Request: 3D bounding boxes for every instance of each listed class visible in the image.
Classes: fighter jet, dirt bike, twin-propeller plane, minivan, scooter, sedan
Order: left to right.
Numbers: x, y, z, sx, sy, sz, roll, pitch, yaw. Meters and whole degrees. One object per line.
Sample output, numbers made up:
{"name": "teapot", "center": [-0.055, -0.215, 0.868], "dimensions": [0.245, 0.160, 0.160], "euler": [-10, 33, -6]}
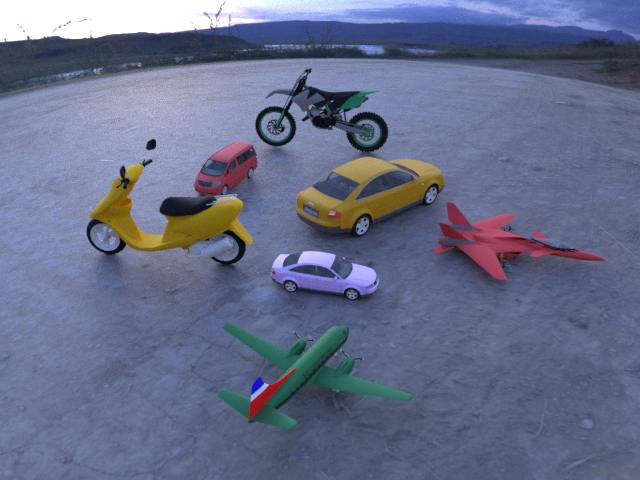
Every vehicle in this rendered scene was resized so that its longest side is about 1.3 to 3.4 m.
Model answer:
{"name": "scooter", "center": [-2.390, -0.485, 10.755], "dimensions": [2.721, 1.786, 1.288], "euler": [5, 29, 8]}
{"name": "minivan", "center": [-1.825, -1.388, 13.598], "dimensions": [0.681, 0.616, 1.548], "euler": [14, 32, 23]}
{"name": "twin-propeller plane", "center": [-0.203, 1.459, 8.267], "dimensions": [2.663, 0.792, 2.129], "euler": [17, 33, 27]}
{"name": "dirt bike", "center": [0.018, -2.706, 14.896], "dimensions": [2.903, 1.666, 1.024], "euler": [4, 29, 8]}
{"name": "sedan", "center": [0.072, 0.475, 10.366], "dimensions": [1.613, 0.483, 0.635], "euler": [7, 30, 12]}
{"name": "sedan", "center": [0.978, -0.960, 12.489], "dimensions": [3.137, 0.940, 1.235], "euler": [-23, 37, -36]}
{"name": "fighter jet", "center": [3.216, -0.023, 11.190], "dimensions": [2.640, 0.557, 2.229], "euler": [9, 30, 15]}
